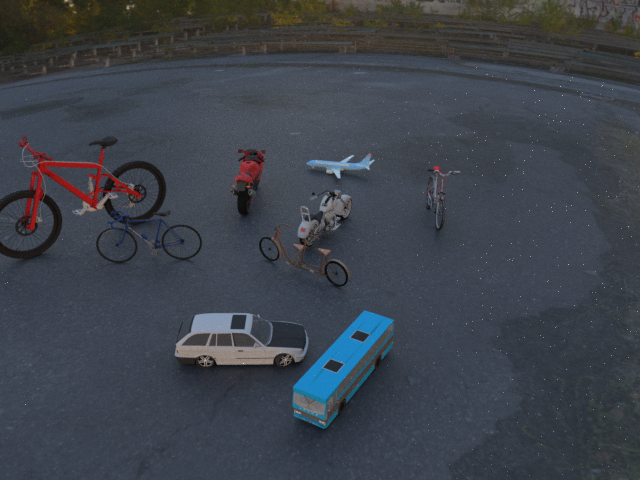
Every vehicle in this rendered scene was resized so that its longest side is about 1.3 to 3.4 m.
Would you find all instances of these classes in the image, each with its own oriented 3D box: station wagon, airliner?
[{"bbox_3d":[-0.941,1.183,8.504,1.597,0.473,0.682,0,29,0],"label":"station wagon"},{"bbox_3d":[0.364,-1.517,13.440,1.307,0.429,1.161,8,30,13],"label":"airliner"}]

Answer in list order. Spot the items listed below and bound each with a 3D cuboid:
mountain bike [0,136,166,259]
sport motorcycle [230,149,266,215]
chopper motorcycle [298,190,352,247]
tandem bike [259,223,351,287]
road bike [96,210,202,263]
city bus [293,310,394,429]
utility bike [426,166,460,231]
[{"bbox_3d":[-3.701,-0.760,10.766,2.857,1.688,1.114,-21,35,-33],"label":"mountain bike"},{"bbox_3d":[-1.238,-1.052,12.192,0.506,0.821,1.520,3,29,5],"label":"sport motorcycle"},{"bbox_3d":[0.108,-0.461,11.184,0.466,0.761,1.563,15,32,25],"label":"chopper motorcycle"},{"bbox_3d":[-0.249,0.190,10.087,1.642,0.682,0.283,19,34,30],"label":"tandem bike"},{"bbox_3d":[-2.536,-0.053,10.352,1.545,0.852,0.358,-3,29,-5],"label":"road bike"},{"bbox_3d":[0.303,1.454,8.027,0.476,0.460,1.674,16,33,26],"label":"city bus"},{"bbox_3d":[1.985,-0.813,11.631,0.535,0.946,1.435,-1,29,-1],"label":"utility bike"}]
